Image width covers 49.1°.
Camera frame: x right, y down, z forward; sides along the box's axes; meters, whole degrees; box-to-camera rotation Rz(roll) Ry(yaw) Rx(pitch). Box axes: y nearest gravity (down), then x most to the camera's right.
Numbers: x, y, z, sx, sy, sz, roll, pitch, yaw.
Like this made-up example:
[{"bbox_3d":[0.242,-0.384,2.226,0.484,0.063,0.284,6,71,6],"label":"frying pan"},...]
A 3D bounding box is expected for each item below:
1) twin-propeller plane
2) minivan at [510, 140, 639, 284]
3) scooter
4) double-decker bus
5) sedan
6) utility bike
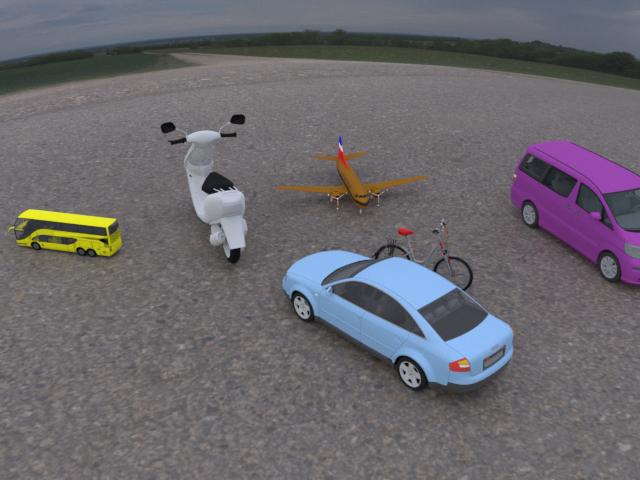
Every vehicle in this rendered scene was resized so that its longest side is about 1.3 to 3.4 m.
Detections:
[{"bbox_3d":[0.536,-1.132,12.156,2.663,0.792,2.129,-5,28,-9],"label":"twin-propeller plane"},{"bbox_3d":[4.151,-0.479,10.451,1.324,1.197,3.011,-10,29,-18],"label":"minivan"},{"bbox_3d":[-1.628,-0.887,10.598,1.288,1.786,2.721,-10,29,-19],"label":"scooter"},{"bbox_3d":[-3.797,-0.109,10.451,1.672,0.541,0.389,6,28,12],"label":"double-decker bus"},{"bbox_3d":[0.807,0.741,8.371,1.235,0.940,3.137,-23,35,-37],"label":"sedan"},{"bbox_3d":[1.392,0.174,9.463,1.435,0.946,0.535,12,30,22],"label":"utility bike"}]
